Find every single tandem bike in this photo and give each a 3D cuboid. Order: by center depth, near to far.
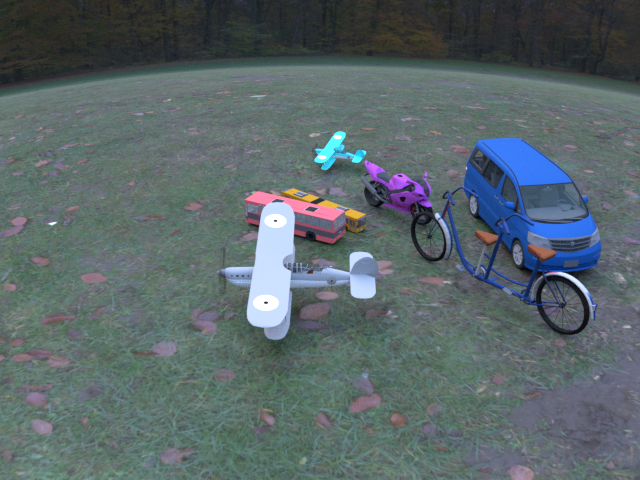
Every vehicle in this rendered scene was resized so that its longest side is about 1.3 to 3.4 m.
[{"bbox_3d":[2.335,0.155,9.404,0.550,1.326,3.192,-18,32,-32],"label":"tandem bike"}]

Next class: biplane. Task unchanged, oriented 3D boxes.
[{"bbox_3d":[-0.299,0.484,9.138,2.120,0.981,2.598,0,27,1],"label":"biplane"},{"bbox_3d":[0.360,-1.703,13.968,1.090,0.504,1.336,10,29,19],"label":"biplane"}]

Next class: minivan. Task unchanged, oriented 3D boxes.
[{"bbox_3d":[3.293,-0.612,11.057,1.324,1.197,3.011,-4,27,-9],"label":"minivan"}]

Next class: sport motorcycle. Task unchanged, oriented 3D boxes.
[{"bbox_3d":[1.315,-0.812,11.865,0.506,0.821,1.520,-23,35,-38],"label":"sport motorcycle"}]

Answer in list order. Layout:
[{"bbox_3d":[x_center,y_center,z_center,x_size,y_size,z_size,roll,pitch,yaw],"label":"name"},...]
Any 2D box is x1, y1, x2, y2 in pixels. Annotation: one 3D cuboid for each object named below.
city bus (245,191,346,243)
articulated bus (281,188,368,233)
[{"bbox_3d":[-0.415,-0.357,11.368,1.674,0.460,0.476,14,30,26],"label":"city bus"},{"bbox_3d":[0.045,-0.516,11.870,1.749,0.289,0.311,22,34,37],"label":"articulated bus"}]
